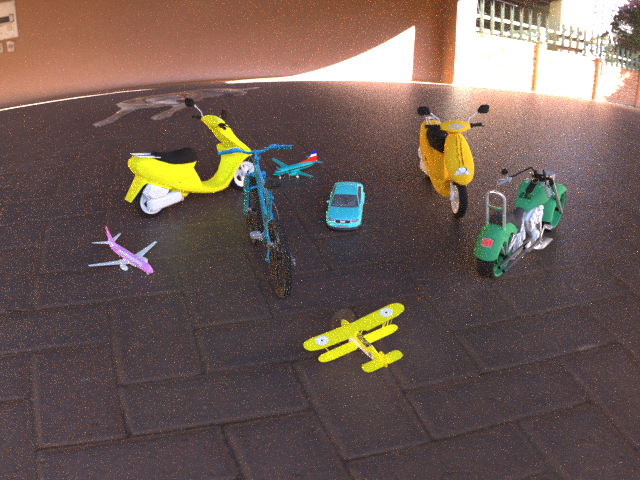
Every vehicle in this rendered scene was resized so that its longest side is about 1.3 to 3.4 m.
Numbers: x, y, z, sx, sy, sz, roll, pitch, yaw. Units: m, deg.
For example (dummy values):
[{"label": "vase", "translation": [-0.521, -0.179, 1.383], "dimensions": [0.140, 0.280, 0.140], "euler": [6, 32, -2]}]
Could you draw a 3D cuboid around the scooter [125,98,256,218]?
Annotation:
[{"label": "scooter", "translation": [-2.230, -1.475, 12.396], "dimensions": [2.721, 1.786, 1.288], "euler": [-21, 33, -37]}]

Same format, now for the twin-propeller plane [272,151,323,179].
[{"label": "twin-propeller plane", "translation": [-0.486, -1.510, 14.060], "dimensions": [1.095, 0.407, 1.370], "euler": [-19, 31, -34]}]

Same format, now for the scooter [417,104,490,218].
[{"label": "scooter", "translation": [2.283, -1.654, 12.769], "dimensions": [1.288, 1.786, 2.721], "euler": [-3, 26, -6]}]

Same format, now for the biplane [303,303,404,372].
[{"label": "biplane", "translation": [0.490, 1.219, 8.272], "dimensions": [1.336, 0.504, 1.090], "euler": [-12, 28, -24]}]

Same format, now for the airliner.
[{"label": "airliner", "translation": [-2.896, 0.161, 10.560], "dimensions": [1.161, 0.429, 1.307], "euler": [-23, 34, -39]}]

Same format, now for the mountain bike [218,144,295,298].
[{"label": "mountain bike", "translation": [-0.810, -0.386, 10.244], "dimensions": [1.114, 1.688, 2.857], "euler": [-7, 27, -15]}]

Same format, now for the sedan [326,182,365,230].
[{"label": "sedan", "translation": [0.452, -0.656, 12.196], "dimensions": [0.635, 0.483, 1.613], "euler": [3, 26, 5]}]

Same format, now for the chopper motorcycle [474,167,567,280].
[{"label": "chopper motorcycle", "translation": [3.156, -0.460, 10.639], "dimensions": [0.906, 1.480, 3.040], "euler": [18, 31, 32]}]
